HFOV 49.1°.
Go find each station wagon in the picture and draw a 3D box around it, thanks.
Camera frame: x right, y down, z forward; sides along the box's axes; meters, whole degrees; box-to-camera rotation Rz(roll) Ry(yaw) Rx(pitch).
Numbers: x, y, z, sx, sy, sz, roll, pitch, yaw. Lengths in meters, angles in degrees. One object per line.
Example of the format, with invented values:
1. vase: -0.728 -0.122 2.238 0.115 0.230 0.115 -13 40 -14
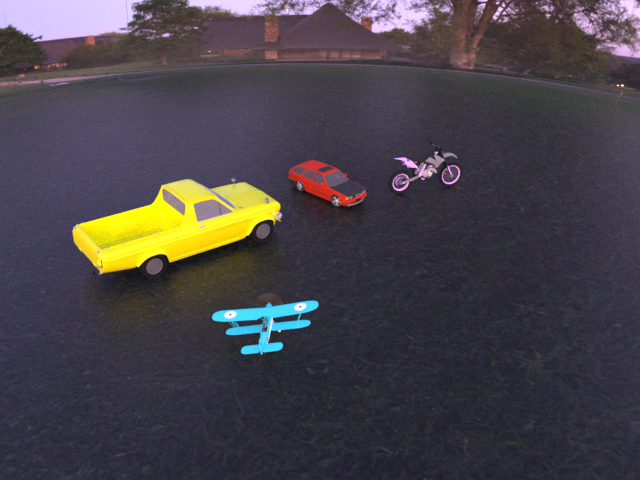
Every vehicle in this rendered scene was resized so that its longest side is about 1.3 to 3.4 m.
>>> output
1. station wagon: 0.130 -1.068 12.768 0.682 0.473 1.597 -24 36 -38

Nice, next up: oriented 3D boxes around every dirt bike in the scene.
1. dirt bike: 1.948 -1.313 12.821 1.493 0.857 0.527 -9 29 -17

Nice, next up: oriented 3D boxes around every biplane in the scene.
1. biplane: -0.693 1.086 8.663 1.336 0.504 1.090 1 28 2

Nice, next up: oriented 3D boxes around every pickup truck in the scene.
1. pickup truck: -2.131 -0.307 10.775 3.117 0.993 1.244 -19 33 -32
